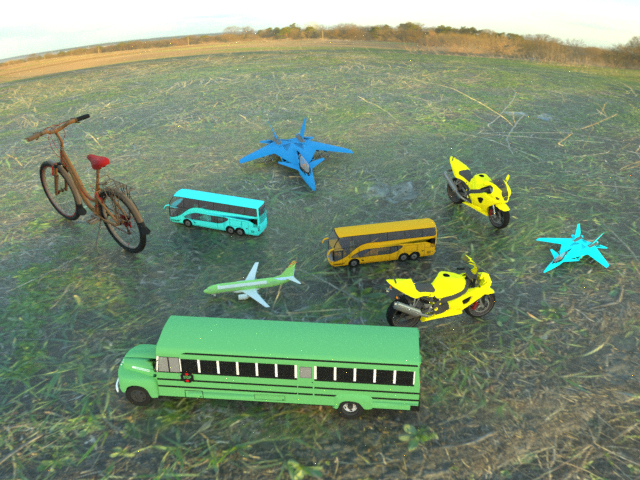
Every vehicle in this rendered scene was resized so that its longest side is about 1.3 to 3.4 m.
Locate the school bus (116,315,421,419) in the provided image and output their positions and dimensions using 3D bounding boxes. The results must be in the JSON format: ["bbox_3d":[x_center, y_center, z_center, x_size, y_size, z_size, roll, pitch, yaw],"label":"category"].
[{"bbox_3d":[-0.580,1.352,7.632,3.322,0.844,0.709,2,29,4],"label":"school bus"}]

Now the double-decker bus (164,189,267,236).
[{"bbox_3d":[-1.666,-0.450,11.192,1.672,0.541,0.389,9,30,17],"label":"double-decker bus"}]

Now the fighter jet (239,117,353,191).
[{"bbox_3d":[-0.398,-1.640,13.320,2.229,0.557,2.640,-6,30,-11],"label":"fighter jet"}]

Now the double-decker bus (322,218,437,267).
[{"bbox_3d":[0.884,0.042,10.305,1.672,0.541,0.389,-6,30,-11],"label":"double-decker bus"}]

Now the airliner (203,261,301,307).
[{"bbox_3d":[-0.939,0.529,9.542,1.307,0.429,1.161,-6,30,-10],"label":"airliner"}]

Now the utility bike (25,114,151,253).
[{"bbox_3d":[-3.582,-0.819,10.519,2.791,1.839,1.039,22,36,34],"label":"utility bike"}]

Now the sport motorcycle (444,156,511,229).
[{"bbox_3d":[2.601,-0.790,11.517,0.506,0.821,1.520,-15,32,-25],"label":"sport motorcycle"}]

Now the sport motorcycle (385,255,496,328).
[{"bbox_3d":[1.536,0.707,8.819,1.520,0.821,0.506,-7,30,-13],"label":"sport motorcycle"}]

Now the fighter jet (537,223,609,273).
[{"bbox_3d":[3.680,0.159,10.358,1.358,0.286,1.147,-25,38,-37],"label":"fighter jet"}]
